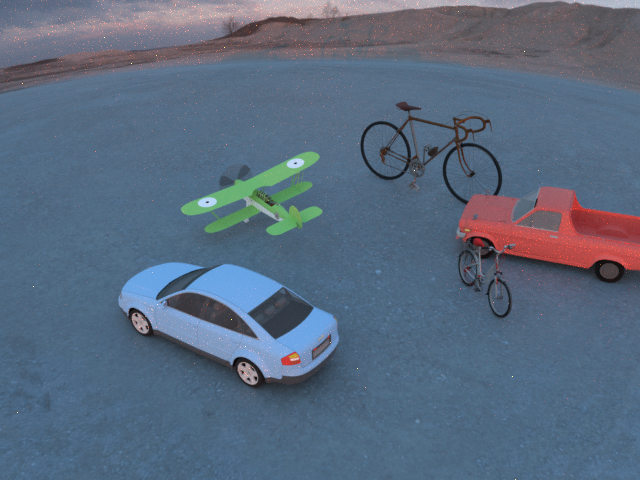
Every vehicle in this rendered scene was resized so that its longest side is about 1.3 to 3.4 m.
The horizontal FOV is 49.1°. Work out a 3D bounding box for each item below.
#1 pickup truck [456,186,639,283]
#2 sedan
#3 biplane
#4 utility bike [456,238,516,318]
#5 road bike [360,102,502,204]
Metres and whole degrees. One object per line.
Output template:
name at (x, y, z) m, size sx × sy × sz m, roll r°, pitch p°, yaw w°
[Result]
pickup truck at (3.711, -0.201, 10.755) m, size 3.117 × 0.993 × 1.244 m, roll 11°, pitch 30°, yaw 19°
sedan at (-1.243, 0.855, 8.848) m, size 3.137 × 0.940 × 1.235 m, roll 18°, pitch 33°, yaw 29°
biplane at (-0.921, -0.594, 11.497) m, size 2.598 × 0.981 × 2.120 m, roll -19°, pitch 34°, yaw -31°
utility bike at (2.324, 0.391, 9.703) m, size 0.535 × 0.946 × 1.435 m, roll -9°, pitch 30°, yaw -16°
road bike at (1.957, -1.644, 12.736) m, size 3.004 × 1.656 × 0.696 m, roll 21°, pitch 35°, yaw 34°
